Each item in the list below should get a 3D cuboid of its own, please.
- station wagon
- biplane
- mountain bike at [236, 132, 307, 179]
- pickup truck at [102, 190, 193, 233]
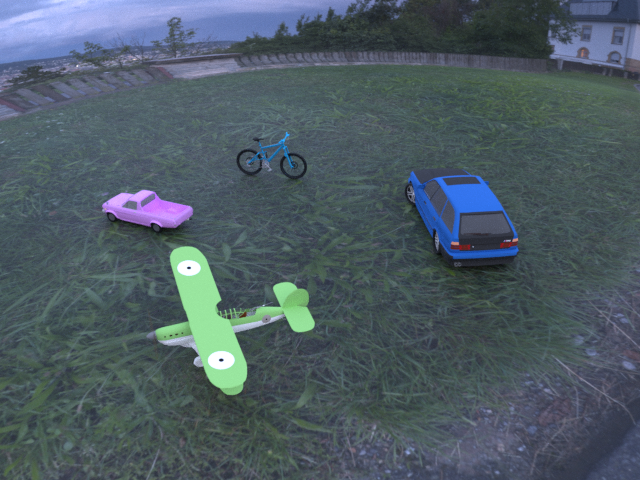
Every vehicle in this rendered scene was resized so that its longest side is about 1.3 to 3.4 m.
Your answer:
[{"bbox_3d":[2.365,-0.634,12.009,1.327,0.920,3.105,-3,29,-6],"label":"station wagon"},{"bbox_3d":[-1.127,1.055,8.905,2.120,0.981,2.598,-10,31,-18],"label":"biplane"},{"bbox_3d":[-0.970,-1.652,13.898,1.469,0.868,0.573,6,30,11],"label":"mountain bike"},{"bbox_3d":[-3.038,-0.553,12.287,1.603,0.511,0.640,12,31,21],"label":"pickup truck"}]
